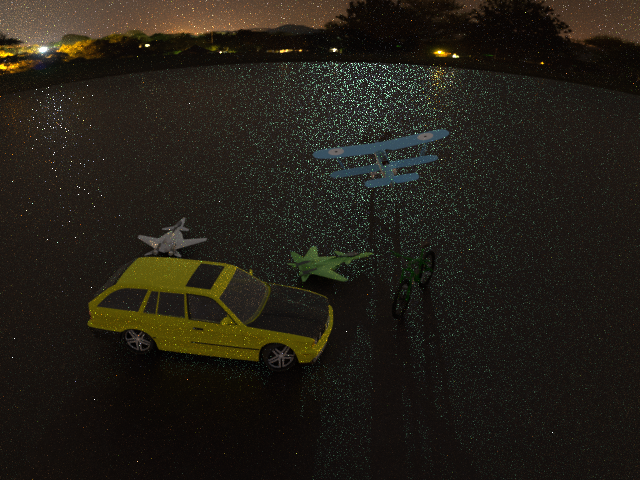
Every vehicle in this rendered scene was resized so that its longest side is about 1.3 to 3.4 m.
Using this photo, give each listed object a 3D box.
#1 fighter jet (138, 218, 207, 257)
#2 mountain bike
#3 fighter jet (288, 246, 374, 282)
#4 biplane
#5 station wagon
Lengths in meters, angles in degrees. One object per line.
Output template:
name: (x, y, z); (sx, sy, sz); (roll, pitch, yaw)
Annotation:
fighter jet: (-2.418, -0.146, 11.566); (1.147, 0.286, 1.358); (2, 28, 5)
mountain bike: (1.330, 0.480, 9.787); (0.573, 0.868, 1.469); (15, 32, 25)
fighter jet: (0.232, 0.272, 10.789); (1.358, 0.286, 1.147); (-12, 31, -22)
biplane: (1.183, -1.442, 13.245); (2.598, 0.981, 2.120); (-2, 28, -4)
station wagon: (-1.377, 0.854, 9.036); (3.105, 0.920, 1.327); (5, 29, 10)
